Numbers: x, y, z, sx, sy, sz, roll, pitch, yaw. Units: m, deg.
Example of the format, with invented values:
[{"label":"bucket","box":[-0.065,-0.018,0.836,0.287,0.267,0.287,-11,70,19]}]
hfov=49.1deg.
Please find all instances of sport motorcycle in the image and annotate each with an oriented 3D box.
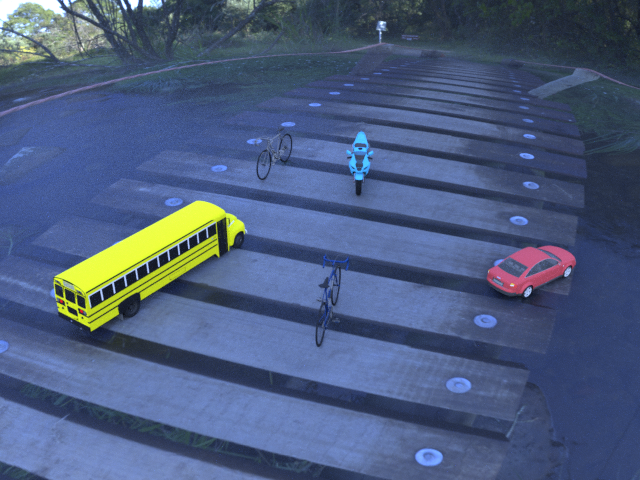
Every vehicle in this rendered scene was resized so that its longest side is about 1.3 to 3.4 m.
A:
[{"label":"sport motorcycle","box":[0.768,-1.487,13.474,0.506,0.821,1.520,2,30,4]}]

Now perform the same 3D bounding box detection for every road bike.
[{"label":"road bike","box":[0.124,0.764,9.499,0.358,0.852,1.545,6,30,11]},{"label":"road bike","box":[-0.900,-1.791,13.974,0.358,0.852,1.545,12,32,21]}]

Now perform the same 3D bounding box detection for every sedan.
[{"label":"sedan","box":[3.211,0.386,10.532,1.613,0.483,0.635,-20,35,-30]}]

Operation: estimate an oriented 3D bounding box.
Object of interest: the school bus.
[{"label":"school bus","box":[-2.356,0.233,10.436,0.709,0.844,3.322,19,35,29]}]
